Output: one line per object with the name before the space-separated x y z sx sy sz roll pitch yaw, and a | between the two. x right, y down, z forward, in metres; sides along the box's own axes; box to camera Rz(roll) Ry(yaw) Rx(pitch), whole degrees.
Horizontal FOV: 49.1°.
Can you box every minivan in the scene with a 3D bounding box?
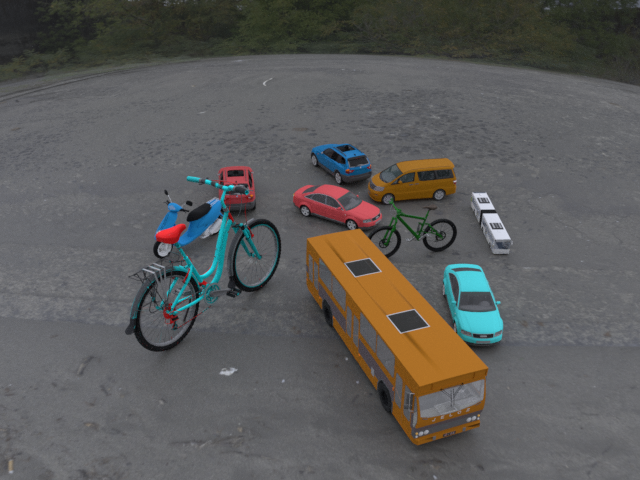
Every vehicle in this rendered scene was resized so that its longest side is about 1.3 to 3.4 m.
minivan | 1.633 -1.064 12.466 1.548 0.616 0.681 -5 29 -9

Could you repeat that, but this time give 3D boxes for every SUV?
SUV | -1.481 -1.002 12.389 0.656 0.580 1.572 -4 29 -7
SUV | 0.395 -1.559 13.398 0.656 0.580 1.572 -14 32 -24

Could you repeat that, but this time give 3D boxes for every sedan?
sedan | 2.011 0.784 9.257 0.635 0.483 1.613 0 29 0
sedan | 0.288 -0.604 11.769 1.613 0.483 0.635 18 34 30

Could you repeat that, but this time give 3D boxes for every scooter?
scooter | -2.025 -0.324 10.812 0.662 0.919 1.399 24 37 36

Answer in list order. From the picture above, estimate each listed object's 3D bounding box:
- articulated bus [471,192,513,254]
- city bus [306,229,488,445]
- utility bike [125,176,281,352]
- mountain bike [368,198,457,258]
articulated bus | 2.765 -0.304 11.428 0.311 0.289 1.749 0 29 -1
city bus | 0.753 1.014 8.416 0.926 0.894 3.255 -11 31 -18
utility bike | -1.492 0.181 8.947 1.039 1.839 2.791 20 35 31
mountain bike | 1.395 -0.153 10.555 1.469 0.868 0.573 -7 30 -13
